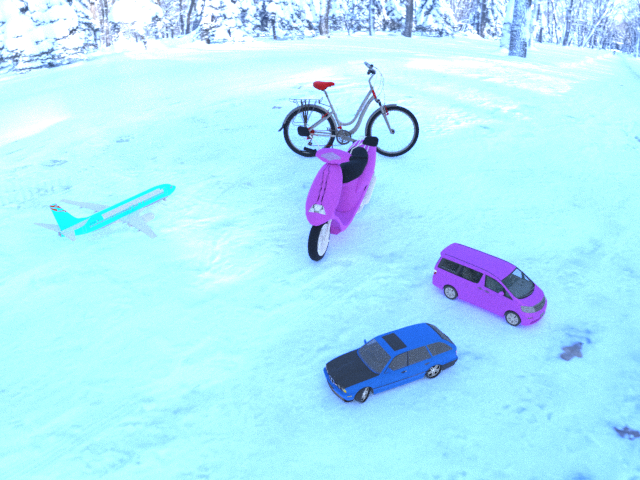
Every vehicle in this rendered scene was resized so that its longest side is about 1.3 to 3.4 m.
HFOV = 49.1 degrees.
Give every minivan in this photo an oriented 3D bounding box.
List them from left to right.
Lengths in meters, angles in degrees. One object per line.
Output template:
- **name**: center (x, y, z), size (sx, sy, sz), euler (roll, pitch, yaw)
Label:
- **minivan**: center (2.303, 0.584, 9.467), size (1.548, 0.616, 0.681), euler (23, 37, 34)

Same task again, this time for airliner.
- **airliner**: center (-3.287, -0.637, 11.391), size (2.257, 0.835, 2.541), euler (19, 35, 30)

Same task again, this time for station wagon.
- **station wagon**: center (0.826, 1.384, 8.202), size (1.597, 0.473, 0.682), euler (-14, 32, -22)

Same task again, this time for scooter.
- **scooter**: center (0.364, -0.972, 11.018), size (1.288, 1.786, 2.721), euler (11, 31, 19)

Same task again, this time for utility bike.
- **utility bike**: center (0.562, -2.536, 13.716), size (2.791, 1.839, 1.039), euler (0, 30, 0)
